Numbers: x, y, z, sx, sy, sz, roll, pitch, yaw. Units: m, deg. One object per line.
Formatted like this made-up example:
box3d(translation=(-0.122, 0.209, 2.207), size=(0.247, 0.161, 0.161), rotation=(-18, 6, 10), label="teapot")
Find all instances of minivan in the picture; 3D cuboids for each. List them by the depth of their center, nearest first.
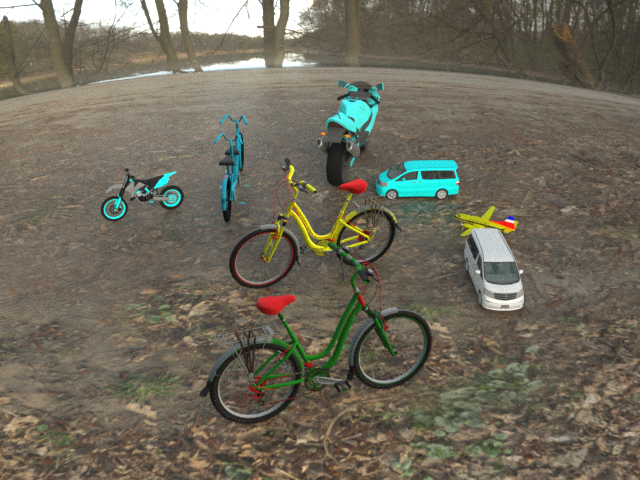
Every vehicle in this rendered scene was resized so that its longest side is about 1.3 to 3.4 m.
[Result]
box3d(translation=(2.543, 0.415, 10.262), size=(0.681, 0.616, 1.548), rotation=(0, 28, -1), label="minivan")
box3d(translation=(1.836, -1.156, 13.233), size=(1.548, 0.616, 0.681), rotation=(-1, 28, -1), label="minivan")

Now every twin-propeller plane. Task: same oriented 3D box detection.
box3d(translation=(2.788, -0.334, 11.901), size=(1.095, 0.407, 1.370), rotation=(18, 33, 30), label="twin-propeller plane")

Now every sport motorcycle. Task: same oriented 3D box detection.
box3d(translation=(0.632, -2.231, 14.217), size=(0.983, 1.596, 2.955), rotation=(8, 29, 14), label="sport motorcycle")

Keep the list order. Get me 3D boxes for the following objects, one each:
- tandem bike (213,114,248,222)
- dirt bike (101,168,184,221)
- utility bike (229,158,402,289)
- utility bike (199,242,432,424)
box3d(translation=(-1.627, -1.472, 13.070), size=(0.550, 1.326, 3.192), rotation=(0, 28, 0), label="tandem bike")
box3d(translation=(-3.136, -0.824, 12.346), size=(1.493, 0.857, 0.527), rotation=(-14, 31, -25), label="dirt bike")
box3d(translation=(0.032, -0.204, 10.125), size=(2.791, 1.839, 1.039), rotation=(-12, 30, -21), label="utility bike")
box3d(translation=(-0.015, 1.032, 7.789), size=(2.791, 1.839, 1.039), rotation=(-10, 29, -18), label="utility bike")
